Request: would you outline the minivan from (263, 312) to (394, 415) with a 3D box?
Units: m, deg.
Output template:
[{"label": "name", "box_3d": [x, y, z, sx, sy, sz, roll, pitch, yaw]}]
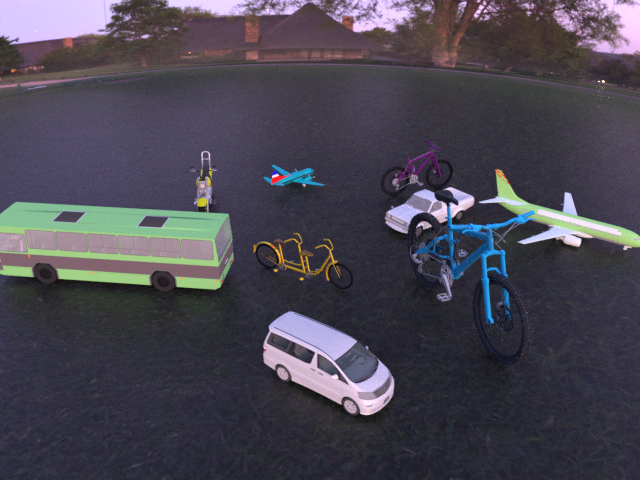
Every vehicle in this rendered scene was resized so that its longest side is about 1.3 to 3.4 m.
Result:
[{"label": "minivan", "box_3d": [0.095, 1.361, 7.858, 1.548, 0.616, 0.681, 19, 33, 32]}]

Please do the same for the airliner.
[{"label": "airliner", "box_3d": [3.900, -0.474, 11.116, 2.541, 0.835, 2.257, 18, 33, 30]}]

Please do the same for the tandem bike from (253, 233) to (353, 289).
[{"label": "tandem bike", "box_3d": [-0.260, 0.241, 9.920, 1.642, 0.682, 0.283, 14, 31, 25]}]

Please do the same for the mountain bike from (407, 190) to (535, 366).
[{"label": "mountain bike", "box_3d": [1.793, 0.279, 8.765, 1.114, 1.688, 2.857, -10, 29, -18]}]

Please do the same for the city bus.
[{"label": "city bus", "box_3d": [-2.922, 0.103, 9.955, 3.255, 0.894, 0.926, 3, 28, 6]}]

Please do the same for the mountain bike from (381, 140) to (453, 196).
[{"label": "mountain bike", "box_3d": [1.765, -1.266, 12.589, 1.469, 0.868, 0.573, -11, 29, -19]}]

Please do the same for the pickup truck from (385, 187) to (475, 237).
[{"label": "pickup truck", "box_3d": [1.832, -0.540, 11.592, 1.603, 0.511, 0.640, -20, 34, -33]}]

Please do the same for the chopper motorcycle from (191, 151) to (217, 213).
[{"label": "chopper motorcycle", "box_3d": [-1.995, -0.928, 12.060, 0.466, 0.761, 1.563, -2, 28, -4]}]

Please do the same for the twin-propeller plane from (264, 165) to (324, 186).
[{"label": "twin-propeller plane", "box_3d": [-0.494, -1.208, 12.974, 1.370, 0.407, 1.095, 25, 37, 39]}]
